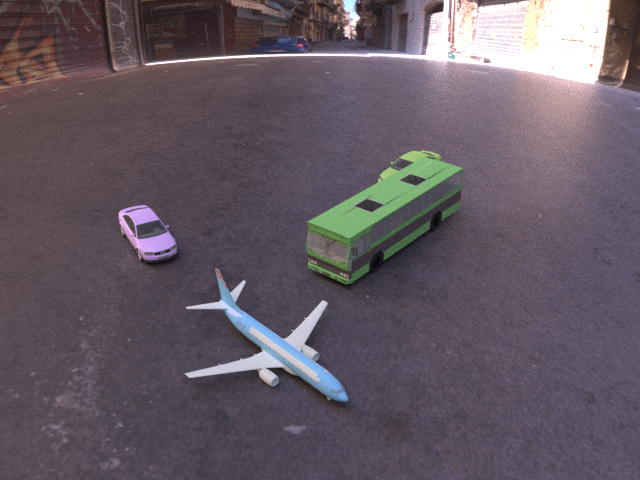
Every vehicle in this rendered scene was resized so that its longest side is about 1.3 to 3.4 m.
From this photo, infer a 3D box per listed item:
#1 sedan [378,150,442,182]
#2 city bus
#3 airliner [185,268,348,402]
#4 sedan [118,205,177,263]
[{"bbox_3d":[1.757,-1.394,13.573,0.635,0.483,1.613,23,37,35],"label":"sedan"},{"bbox_3d":[1.132,-0.368,11.337,0.926,0.894,3.255,22,36,34],"label":"city bus"},{"bbox_3d":[-0.552,1.169,8.677,2.257,0.835,2.541,-25,38,-36],"label":"airliner"},{"bbox_3d":[-2.817,-0.159,11.387,0.635,0.483,1.613,-16,33,-26],"label":"sedan"}]
